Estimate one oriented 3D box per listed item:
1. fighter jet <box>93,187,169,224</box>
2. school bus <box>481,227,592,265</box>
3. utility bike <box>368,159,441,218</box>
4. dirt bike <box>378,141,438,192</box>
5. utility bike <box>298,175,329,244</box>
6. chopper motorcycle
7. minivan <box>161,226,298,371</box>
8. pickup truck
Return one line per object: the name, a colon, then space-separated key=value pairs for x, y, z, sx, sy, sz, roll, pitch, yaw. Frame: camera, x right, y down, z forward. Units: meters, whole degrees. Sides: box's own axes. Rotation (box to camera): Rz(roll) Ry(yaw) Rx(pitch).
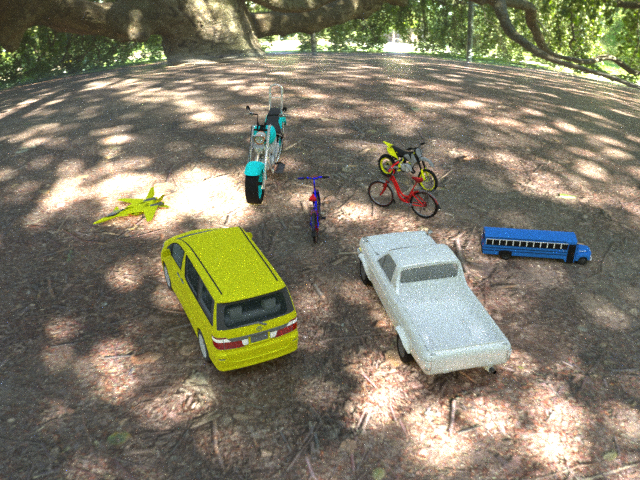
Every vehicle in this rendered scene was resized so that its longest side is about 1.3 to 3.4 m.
fighter jet: x=-3.425 y=-0.571 z=12.476 sx=1.358 sy=0.286 sz=1.147 roll=-23 pitch=37 yaw=-35
school bus: x=3.458 y=0.081 z=11.176 sx=1.708 sy=0.434 sz=0.365 roll=4 pitch=30 yaw=7
utility bike: x=1.461 y=-0.876 z=12.346 sx=1.435 sy=0.946 sz=0.535 roll=17 pitch=34 yaw=27
dirt bike: x=1.693 y=-1.468 z=13.481 sx=0.527 sy=0.857 sz=1.493 roll=-25 pitch=38 yaw=-36
utility bike: x=-0.120 y=-0.582 z=11.827 sx=0.535 sy=0.946 sz=1.435 roll=2 pitch=30 yaw=3
chopper motorcycle: x=-1.063 y=-1.918 z=13.642 sx=0.906 sy=1.480 sz=3.040 roll=3 pitch=30 yaw=6
minivan: x=-1.352 y=0.522 z=9.623 sx=1.324 sy=1.197 sz=3.011 roll=-13 pitch=32 yaw=-21
pickup truck: x=1.437 y=0.678 z=9.554 sx=1.244 sy=0.993 sz=3.117 roll=-6 pitch=30 yaw=-11
